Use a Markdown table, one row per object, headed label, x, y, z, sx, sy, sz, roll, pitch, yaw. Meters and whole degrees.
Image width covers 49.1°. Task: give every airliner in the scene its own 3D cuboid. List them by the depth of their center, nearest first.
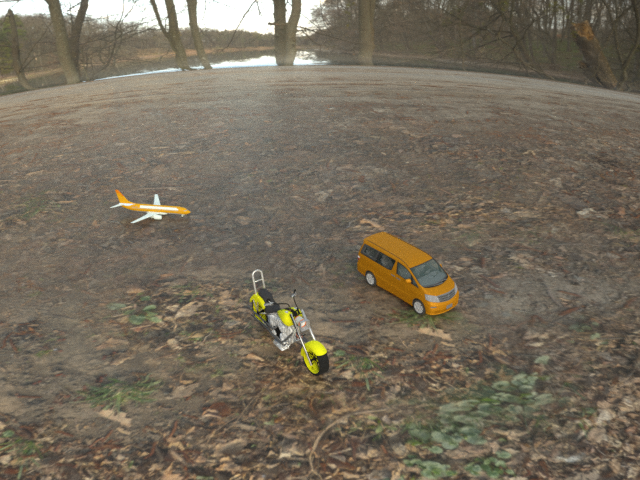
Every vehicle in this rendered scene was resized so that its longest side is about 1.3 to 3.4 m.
| label | x | y | z | sx | sy | sz | roll | pitch | yaw |
| --- | --- | --- | --- | --- | --- | --- | --- | --- | --- |
| airliner | -2.831 | -0.617 | 11.822 | 1.307 | 0.429 | 1.161 | 4 | 28 | 7 |

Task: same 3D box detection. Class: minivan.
| label | x | y | z | sx | sy | sz | roll | pitch | yaw |
| --- | --- | --- | --- | --- | --- | --- | --- | --- | --- |
| minivan | 1.200 | 0.443 | 9.575 | 0.681 | 0.616 | 1.548 | -20 | 34 | -34 |

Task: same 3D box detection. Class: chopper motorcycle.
| label | x | y | z | sx | sy | sz | roll | pitch | yaw |
| --- | --- | --- | --- | --- | --- | --- | --- | --- | --- |
| chopper motorcycle | -0.393 | 0.974 | 8.392 | 0.466 | 0.761 | 1.563 | -18 | 32 | -31 |
